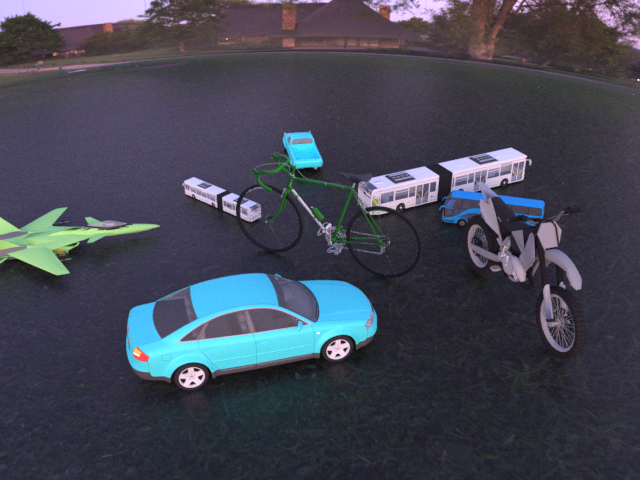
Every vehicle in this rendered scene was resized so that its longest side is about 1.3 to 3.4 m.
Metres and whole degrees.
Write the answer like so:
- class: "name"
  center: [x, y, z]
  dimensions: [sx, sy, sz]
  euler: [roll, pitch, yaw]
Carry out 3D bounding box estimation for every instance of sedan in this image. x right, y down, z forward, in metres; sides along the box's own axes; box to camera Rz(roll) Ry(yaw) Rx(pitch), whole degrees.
- class: "sedan"
  center: [-0.813, 0.970, 8.699]
  dimensions: [3.137, 0.940, 1.235]
  euler: [-8, 31, -14]

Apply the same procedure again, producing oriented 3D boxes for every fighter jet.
- class: "fighter jet"
  center: [-3.891, -0.177, 11.093]
  dimensions: [2.640, 0.557, 2.229]
  euler: [-9, 31, -16]

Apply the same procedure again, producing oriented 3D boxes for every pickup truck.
- class: "pickup truck"
  center: [-0.360, -1.840, 14.054]
  dimensions: [0.640, 0.511, 1.603]
  euler: [-5, 30, -9]

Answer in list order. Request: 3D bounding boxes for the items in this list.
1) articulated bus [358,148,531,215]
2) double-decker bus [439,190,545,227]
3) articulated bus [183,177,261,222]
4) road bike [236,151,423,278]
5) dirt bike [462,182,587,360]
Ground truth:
- class: "articulated bus"
  center: [2.282, -1.080, 12.671]
  dimensions: [3.401, 0.561, 0.605]
  euler: [-14, 33, -23]
- class: "double-decker bus"
  center: [2.837, -0.468, 11.620]
  dimensions: [1.672, 0.541, 0.389]
  euler: [8, 31, 14]
- class: "articulated bus"
  center: [-1.740, -0.724, 12.323]
  dimensions: [1.749, 0.289, 0.311]
  euler: [23, 37, 34]
- class: "road bike"
  center: [0.069, -0.357, 10.301]
  dimensions: [3.004, 1.656, 0.696]
  euler: [12, 32, 20]
- class: "dirt bike"
  center: [2.675, 0.225, 9.272]
  dimensions: [1.024, 1.666, 2.903]
  euler: [-9, 31, -15]
